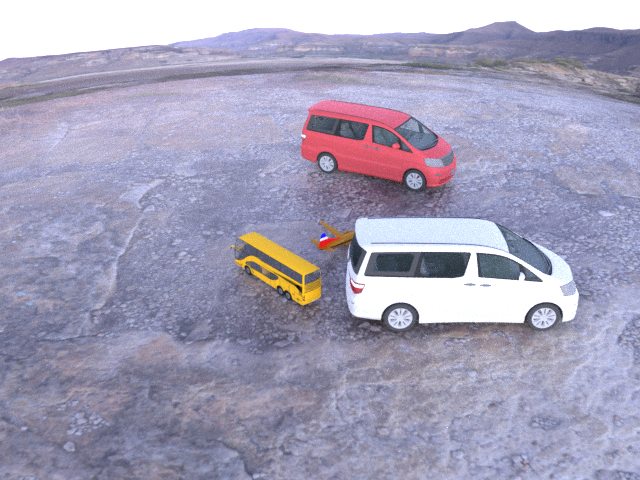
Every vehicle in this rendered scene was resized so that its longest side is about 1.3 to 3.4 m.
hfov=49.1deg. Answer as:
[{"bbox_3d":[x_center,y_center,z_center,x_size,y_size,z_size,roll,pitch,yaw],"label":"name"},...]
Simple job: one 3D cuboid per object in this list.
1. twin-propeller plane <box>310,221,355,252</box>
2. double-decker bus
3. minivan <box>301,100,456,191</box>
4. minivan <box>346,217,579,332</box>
[{"bbox_3d":[0.394,-0.058,10.875,1.095,0.407,1.370,-22,35,-36],"label":"twin-propeller plane"},{"bbox_3d":[-0.639,0.368,9.916,0.389,0.541,1.672,-22,35,-36],"label":"double-decker bus"},{"bbox_3d":[1.138,-1.867,13.485,3.011,1.197,1.324,14,31,25],"label":"minivan"},{"bbox_3d":[1.855,0.390,9.166,3.011,1.197,1.324,0,28,0],"label":"minivan"}]
